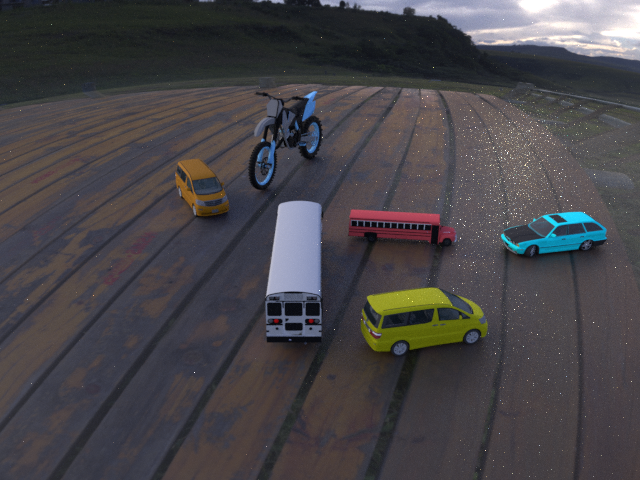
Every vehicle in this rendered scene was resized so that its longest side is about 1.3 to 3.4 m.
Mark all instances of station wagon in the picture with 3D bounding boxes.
[{"bbox_3d":[3.646,-0.121,10.930,1.597,0.473,0.682,-6,26,-12],"label":"station wagon"}]

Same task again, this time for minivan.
[{"bbox_3d":[1.293,0.941,8.554,1.548,0.616,0.681,-7,26,-14],"label":"minivan"},{"bbox_3d":[-2.116,-0.939,12.473,0.681,0.616,1.548,-12,28,-23],"label":"minivan"}]

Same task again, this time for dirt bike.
[{"bbox_3d":[-0.616,-2.097,13.671,1.024,1.666,2.903,12,28,23],"label":"dirt bike"}]

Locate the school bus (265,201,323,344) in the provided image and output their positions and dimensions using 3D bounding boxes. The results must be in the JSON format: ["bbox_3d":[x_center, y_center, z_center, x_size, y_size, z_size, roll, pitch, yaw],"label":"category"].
[{"bbox_3d":[-0.304,0.270,9.688,0.709,0.844,3.322,0,26,0],"label":"school bus"}]

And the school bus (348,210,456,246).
[{"bbox_3d":[1.316,-0.205,11.152,1.708,0.434,0.365,3,26,7],"label":"school bus"}]
